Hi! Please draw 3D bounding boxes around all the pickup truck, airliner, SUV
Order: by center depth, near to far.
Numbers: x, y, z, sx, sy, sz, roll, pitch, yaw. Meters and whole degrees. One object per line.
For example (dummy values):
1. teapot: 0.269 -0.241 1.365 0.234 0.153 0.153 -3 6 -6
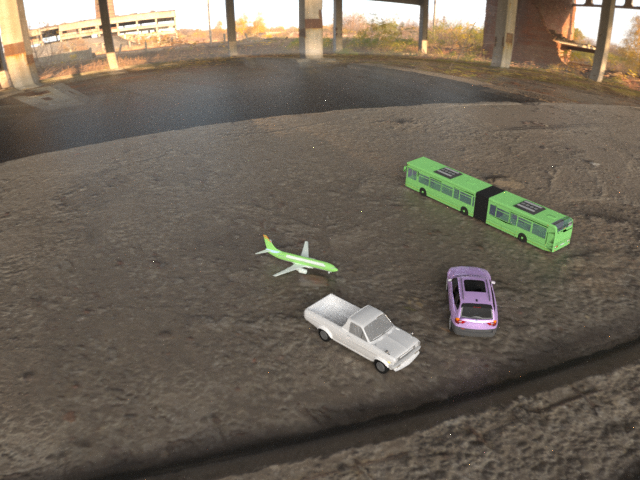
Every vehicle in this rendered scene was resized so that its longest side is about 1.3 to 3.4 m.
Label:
1. pickup truck: 0.535 1.153 9.194 1.603 0.511 0.640 24 37 36
2. SUV: 2.124 0.771 9.800 0.656 0.580 1.572 3 30 6
3. airliner: -0.321 0.228 10.917 1.307 0.429 1.161 12 32 21

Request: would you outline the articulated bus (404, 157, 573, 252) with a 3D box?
1. articulated bus: 2.860 -0.699 12.428 0.605 0.561 3.401 -22 36 -33
